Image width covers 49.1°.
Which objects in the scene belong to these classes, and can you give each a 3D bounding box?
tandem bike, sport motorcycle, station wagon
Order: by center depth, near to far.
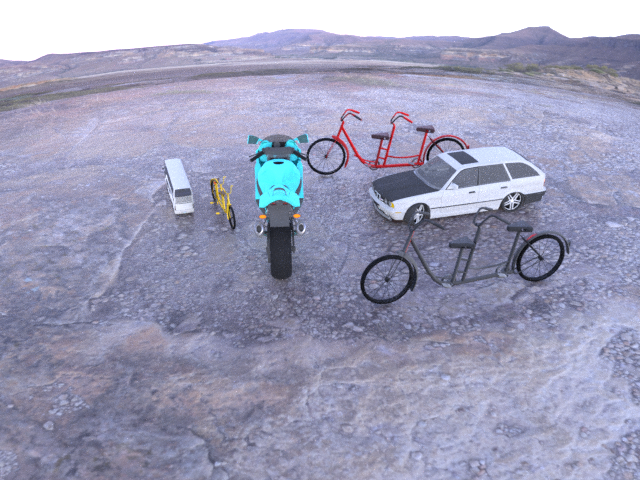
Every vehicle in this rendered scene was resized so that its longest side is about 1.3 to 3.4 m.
[{"bbox_3d":[2.083,0.159,9.691,3.192,1.326,0.550,-7,29,-14],"label":"tandem bike"},{"bbox_3d":[-0.629,-0.628,10.900,0.983,1.596,2.955,-2,28,-3],"label":"sport motorcycle"},{"bbox_3d":[-1.699,-0.762,12.140,0.283,0.682,1.642,-10,29,-19],"label":"tandem bike"},{"bbox_3d":[2.419,-1.033,12.400,3.105,0.920,1.327,-8,29,-16],"label":"station wagon"},{"bbox_3d":[1.328,-1.873,13.564,3.192,1.326,0.550,0,28,-1],"label":"tandem bike"}]

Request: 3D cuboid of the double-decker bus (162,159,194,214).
[{"bbox_3d":[-2.591,-1.010,12.764,0.389,0.541,1.672,-8,29,-15],"label":"double-decker bus"}]
